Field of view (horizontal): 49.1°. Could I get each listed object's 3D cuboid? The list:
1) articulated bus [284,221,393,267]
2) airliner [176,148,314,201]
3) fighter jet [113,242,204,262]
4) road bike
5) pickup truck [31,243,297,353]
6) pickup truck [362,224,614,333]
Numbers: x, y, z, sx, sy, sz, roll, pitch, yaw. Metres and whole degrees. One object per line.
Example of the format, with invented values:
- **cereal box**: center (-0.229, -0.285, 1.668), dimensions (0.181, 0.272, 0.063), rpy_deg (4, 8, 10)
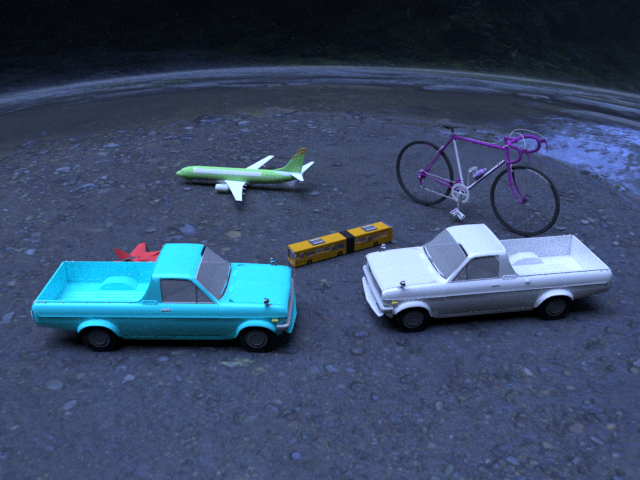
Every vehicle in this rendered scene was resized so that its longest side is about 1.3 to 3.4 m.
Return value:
- **articulated bus**: center (0.312, 0.051, 10.587), dimensions (1.749, 0.289, 0.311), rpy_deg (-14, 30, -26)
- **airliner**: center (-1.442, -1.351, 12.778), dimensions (2.541, 0.835, 2.257), rpy_deg (5, 27, 9)
- **fighter jet**: center (-2.325, 0.168, 10.356), dimensions (1.358, 0.286, 1.147), rpy_deg (-17, 31, -31)
- **road bike**: center (2.483, -1.100, 11.359), dimensions (3.004, 1.656, 0.696), rpy_deg (21, 33, 36)
- **pickup truck**: center (-1.850, 0.639, 8.627), dimensions (3.117, 0.993, 1.244), rpy_deg (0, 27, 1)
- **pickup truck**: center (2.141, 0.383, 9.138), dimensions (3.117, 0.993, 1.244), rpy_deg (-4, 27, -8)
